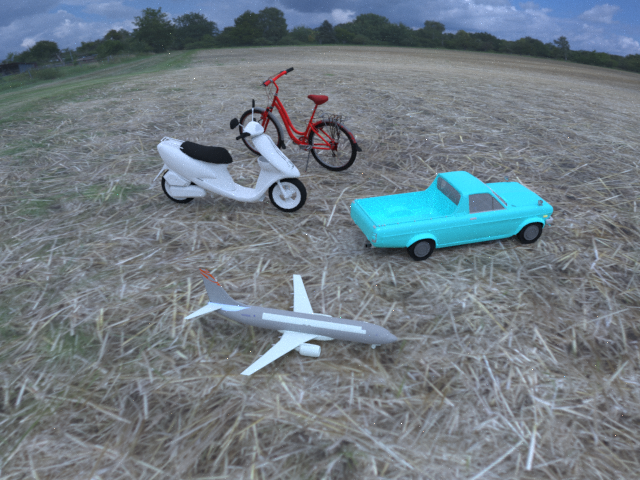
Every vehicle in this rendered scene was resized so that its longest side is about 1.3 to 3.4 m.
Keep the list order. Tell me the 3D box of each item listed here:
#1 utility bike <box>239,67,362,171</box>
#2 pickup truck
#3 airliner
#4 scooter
[{"bbox_3d":[-0.487,-2.284,13.564,2.791,1.839,1.039,14,31,25],"label":"utility bike"},{"bbox_3d":[2.076,-0.479,11.006,3.117,0.993,1.244,-8,28,-15],"label":"pickup truck"},{"bbox_3d":[-0.300,0.857,8.604,2.541,0.835,2.257,6,28,12],"label":"airliner"},{"bbox_3d":[-1.558,-1.373,11.865,2.721,1.786,1.288,5,28,10],"label":"scooter"}]
